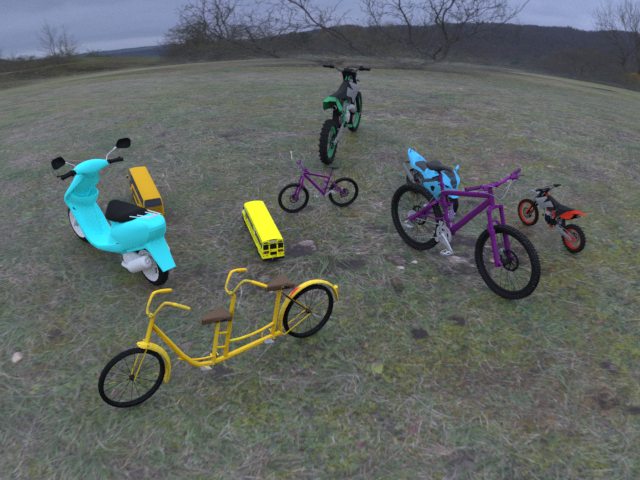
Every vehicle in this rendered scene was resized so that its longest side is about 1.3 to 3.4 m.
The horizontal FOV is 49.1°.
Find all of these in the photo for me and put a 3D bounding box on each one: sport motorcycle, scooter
[{"bbox_3d":[2.000,-1.051,12.503,0.506,0.821,1.520,-14,32,-24],"label":"sport motorcycle"},{"bbox_3d":[-3.091,-0.452,10.399,2.721,1.786,1.288,24,37,37],"label":"scooter"}]

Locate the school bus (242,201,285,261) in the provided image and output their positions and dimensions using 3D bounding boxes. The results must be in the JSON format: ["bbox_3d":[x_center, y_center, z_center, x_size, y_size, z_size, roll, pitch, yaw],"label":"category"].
[{"bbox_3d":[-0.950,-0.205,11.357,0.365,0.434,1.708,-8,30,-15],"label":"school bus"}]

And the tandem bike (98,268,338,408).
[{"bbox_3d":[-1.085,0.977,8.262,3.192,1.326,0.550,-18,33,-30],"label":"tandem bike"}]

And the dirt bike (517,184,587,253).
[{"bbox_3d":[3.736,-0.412,11.296,0.527,0.857,1.493,-14,32,-24],"label":"dirt bike"}]

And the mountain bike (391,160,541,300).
[{"bbox_3d":[2.046,-0.288,10.201,1.114,1.688,2.857,-20,35,-32],"label":"mountain bike"}]

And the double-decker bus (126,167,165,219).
[{"bbox_3d":[-3.085,-0.815,12.364,0.389,0.541,1.672,-11,31,-20],"label":"double-decker bus"}]

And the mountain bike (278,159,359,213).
[{"bbox_3d":[-0.022,-0.925,12.224,1.469,0.868,0.573,-8,30,-14],"label":"mountain bike"}]

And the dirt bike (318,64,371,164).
[{"bbox_3d":[0.466,-2.772,14.774,1.024,1.666,2.903,9,30,15],"label":"dirt bike"}]
